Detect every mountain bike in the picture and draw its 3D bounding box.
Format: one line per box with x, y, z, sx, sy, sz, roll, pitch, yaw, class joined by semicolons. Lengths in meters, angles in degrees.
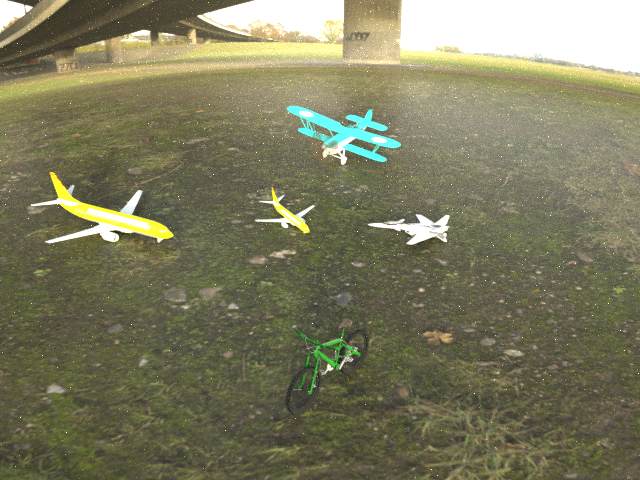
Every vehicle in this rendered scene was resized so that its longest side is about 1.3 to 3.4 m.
0.110;1.352;7.921;0.573;0.868;1.469;21;34;34;mountain bike

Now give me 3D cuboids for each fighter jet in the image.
1.468;-0.262;11.679;1.358;0.286;1.147;7;28;13;fighter jet

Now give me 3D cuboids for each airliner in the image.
-0.524;-0.496;11.976;1.161;0.429;1.307;-16;31;-28;airliner
-3.497;-0.535;11.610;2.541;0.835;2.257;13;30;23;airliner

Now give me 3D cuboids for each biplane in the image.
0.620;-2.206;14.686;2.598;0.981;2.120;15;31;27;biplane
